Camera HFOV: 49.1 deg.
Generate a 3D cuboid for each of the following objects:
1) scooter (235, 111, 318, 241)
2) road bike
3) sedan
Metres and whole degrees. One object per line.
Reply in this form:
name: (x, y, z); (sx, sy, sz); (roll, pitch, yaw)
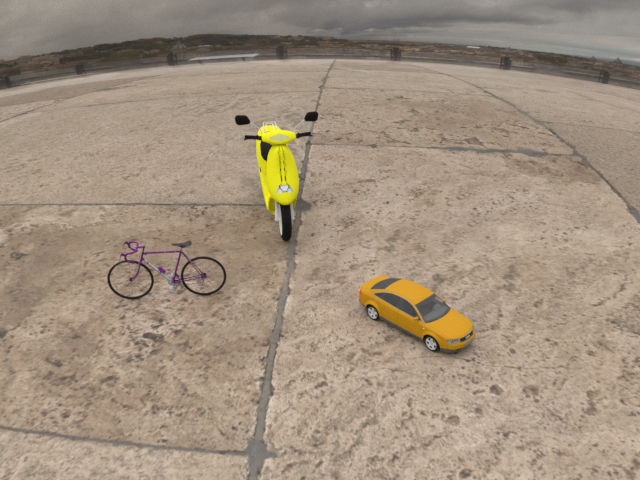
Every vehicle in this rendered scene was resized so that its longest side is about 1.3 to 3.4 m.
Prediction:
scooter: (-0.707, -1.285, 11.360); (1.288, 1.786, 2.721); (-4, 28, -8)
road bike: (-2.015, 0.390, 9.183); (1.545, 0.852, 0.358); (-3, 28, -5)
sedan: (1.191, 0.854, 8.695); (0.635, 0.483, 1.613); (-24, 36, -38)
